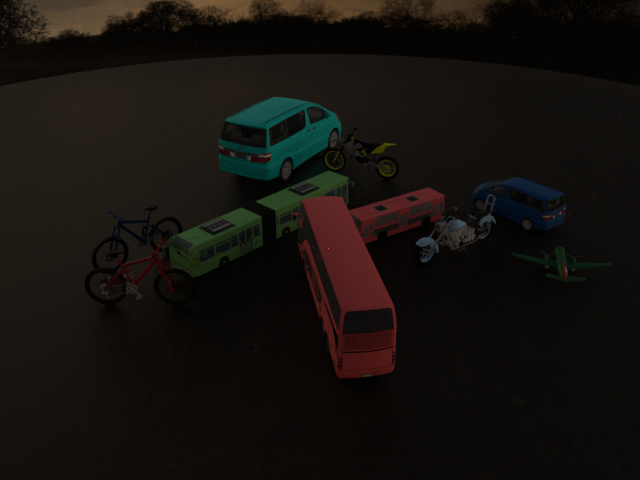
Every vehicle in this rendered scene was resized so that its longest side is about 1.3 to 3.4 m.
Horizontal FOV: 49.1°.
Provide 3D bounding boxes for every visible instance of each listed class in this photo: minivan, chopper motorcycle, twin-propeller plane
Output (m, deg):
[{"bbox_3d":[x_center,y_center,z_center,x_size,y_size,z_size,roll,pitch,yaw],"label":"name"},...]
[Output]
[{"bbox_3d":[-0.683,-2.096,13.481,1.324,1.197,3.011,15,32,25],"label":"minivan"},{"bbox_3d":[2.014,-0.158,10.367,1.563,0.761,0.466,-18,33,-30],"label":"chopper motorcycle"},{"bbox_3d":[3.430,0.293,9.906,1.370,0.407,1.095,6,29,11],"label":"twin-propeller plane"},{"bbox_3d":[3.223,-0.668,11.460,0.681,0.616,1.548,-22,35,-34],"label":"minivan"}]

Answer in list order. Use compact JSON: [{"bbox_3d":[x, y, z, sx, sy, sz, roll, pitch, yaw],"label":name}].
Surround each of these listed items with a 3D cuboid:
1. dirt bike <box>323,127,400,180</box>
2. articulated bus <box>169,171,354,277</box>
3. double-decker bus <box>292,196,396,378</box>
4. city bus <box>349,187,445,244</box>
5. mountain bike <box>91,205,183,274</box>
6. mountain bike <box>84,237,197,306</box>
[{"bbox_3d":[0.749,-1.576,12.879,1.493,0.857,0.527,10,30,18],"label":"dirt bike"},{"bbox_3d":[-0.806,-0.316,10.868,0.605,0.561,3.401,24,37,37],"label":"articulated bus"},{"bbox_3d":[0.245,0.430,8.978,0.756,1.052,3.251,-5,29,-9],"label":"double-decker bus"},{"bbox_3d":[1.205,-0.374,11.081,1.674,0.460,0.476,-17,33,-29],"label":"city bus"},{"bbox_3d":[-2.631,-0.069,10.090,1.469,0.868,0.573,-24,37,-37],"label":"mountain bike"},{"bbox_3d":[-2.348,0.476,9.087,1.469,0.868,0.573,1,28,1],"label":"mountain bike"}]
